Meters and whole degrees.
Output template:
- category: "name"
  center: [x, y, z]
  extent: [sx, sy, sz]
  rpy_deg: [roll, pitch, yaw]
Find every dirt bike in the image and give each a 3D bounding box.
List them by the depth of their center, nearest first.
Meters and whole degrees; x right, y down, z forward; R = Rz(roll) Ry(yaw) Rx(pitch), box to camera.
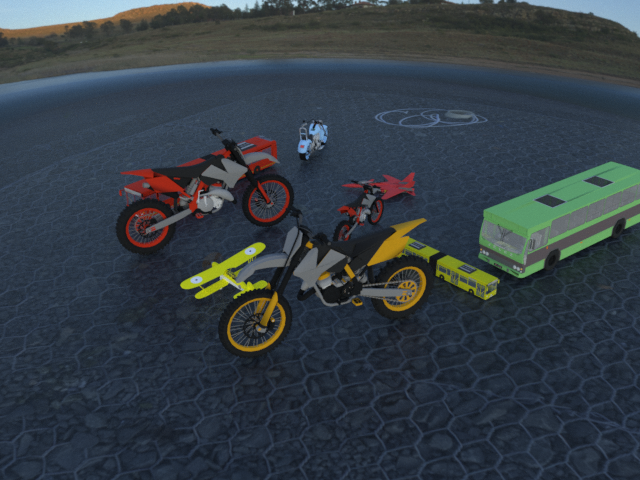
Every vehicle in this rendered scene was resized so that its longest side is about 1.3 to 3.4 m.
- category: "dirt bike"
  center: [0.159, 0.469, 8.389]
  extent: [2.903, 1.666, 1.024]
  rpy_deg: [-12, 30, -22]
- category: "dirt bike"
  center: [-1.725, -0.755, 10.760]
  extent: [2.903, 1.666, 1.024]
  rpy_deg: [-13, 30, -24]
- category: "dirt bike"
  center: [0.625, -0.448, 11.048]
  extent: [0.527, 0.857, 1.493]
  rpy_deg: [17, 32, 30]

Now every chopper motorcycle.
- category: "chopper motorcycle"
  center: [-0.123, -2.172, 14.491]
  extent: [0.466, 0.761, 1.563]
  rpy_deg: [8, 28, 16]

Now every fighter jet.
- category: "fighter jet"
  center: [1.073, -1.049, 12.833]
  extent: [1.358, 0.286, 1.147]
  rpy_deg: [3, 27, 5]

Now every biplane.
- category: "biplane"
  center: [-1.208, 0.529, 9.539]
  extent: [1.336, 0.504, 1.090]
  rpy_deg: [-21, 34, -35]

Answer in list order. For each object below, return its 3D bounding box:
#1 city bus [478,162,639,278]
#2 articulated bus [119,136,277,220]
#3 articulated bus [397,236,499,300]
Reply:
- category: "city bus"
  center: [3.850, -0.344, 10.806]
  extent: [3.255, 0.894, 0.926]
  rpy_deg: [-19, 33, -33]
- category: "articulated bus"
  center: [-2.083, -1.203, 12.832]
  extent: [0.605, 0.561, 3.401]
  rpy_deg: [20, 33, 33]
- category: "articulated bus"
  center: [1.773, 0.378, 10.067]
  extent: [0.311, 0.289, 1.749]
  rpy_deg: [-22, 34, -36]
